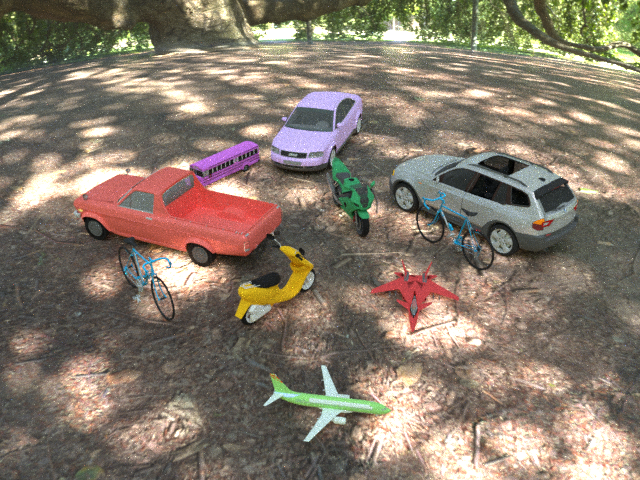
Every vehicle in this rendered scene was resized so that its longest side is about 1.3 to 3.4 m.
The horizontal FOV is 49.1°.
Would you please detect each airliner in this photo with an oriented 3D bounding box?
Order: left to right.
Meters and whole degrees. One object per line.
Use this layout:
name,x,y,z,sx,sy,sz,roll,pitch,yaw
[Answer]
airliner,0.097,1.630,7.338,1.307,0.429,1.161,4,30,8

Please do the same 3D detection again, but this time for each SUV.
SUV,2.472,-0.786,10.869,1.276,1.128,3.058,-24,37,-35

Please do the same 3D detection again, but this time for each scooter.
scooter,-0.538,0.475,8.870,0.662,0.919,1.399,24,37,35

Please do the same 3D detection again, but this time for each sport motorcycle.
sport motorcycle,0.477,-0.685,11.002,0.506,0.821,1.520,-9,31,-15

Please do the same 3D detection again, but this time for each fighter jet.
fighter jet,1.229,0.716,9.085,1.147,0.286,1.358,4,30,7

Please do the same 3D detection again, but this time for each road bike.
road bike,-2.265,0.438,9.003,0.358,0.852,1.545,-22,36,-33
road bike,1.921,-0.159,10.049,0.358,0.852,1.545,-20,35,-31

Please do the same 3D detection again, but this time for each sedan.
sedan,-0.018,-2.267,13.654,1.235,0.940,3.137,9,31,15

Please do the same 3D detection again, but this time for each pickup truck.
pickup truck,-2.153,-0.467,10.446,3.117,0.993,1.244,13,32,21

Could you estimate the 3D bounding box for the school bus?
school bus,-1.778,-1.304,12.477,0.365,0.434,1.708,21,36,32
